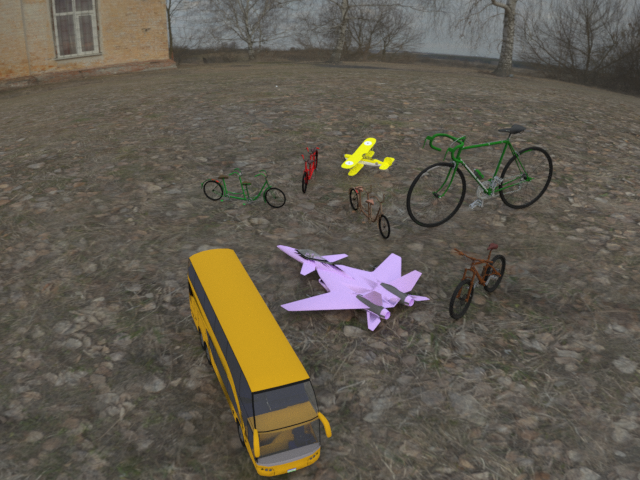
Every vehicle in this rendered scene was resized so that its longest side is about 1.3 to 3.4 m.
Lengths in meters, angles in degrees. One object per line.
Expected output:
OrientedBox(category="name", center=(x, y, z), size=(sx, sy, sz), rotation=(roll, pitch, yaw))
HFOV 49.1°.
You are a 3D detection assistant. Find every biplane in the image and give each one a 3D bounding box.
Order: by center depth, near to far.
OrientedBox(category="biplane", center=(0.928, -1.585, 14.021), size=(1.090, 0.504, 1.336), rotation=(13, 30, 24))

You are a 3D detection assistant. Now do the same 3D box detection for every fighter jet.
OrientedBox(category="fighter jet", center=(0.214, 0.384, 10.110), size=(2.229, 0.557, 2.640), rotation=(-22, 35, -37))

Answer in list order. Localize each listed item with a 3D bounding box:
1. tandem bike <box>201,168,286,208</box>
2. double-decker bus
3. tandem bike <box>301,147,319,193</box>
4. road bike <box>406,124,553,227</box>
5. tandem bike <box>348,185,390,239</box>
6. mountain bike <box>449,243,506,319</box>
OrientedBox(category="tandem bike", center=(-1.392, -0.956, 12.594), size=(1.642, 0.682, 0.283), rotation=(8, 28, 15))
OrientedBox(category="double-decker bus", center=(-0.831, 1.247, 7.877), size=(0.756, 1.052, 3.251), rotation=(-10, 29, -19))
OrientedBox(category="tandem bike", center=(-0.186, -1.471, 13.603), size=(0.283, 0.682, 1.642), rotation=(4, 27, 8))
OrientedBox(category="road bike", center=(2.785, -1.134, 11.873), size=(3.004, 1.656, 0.697), rotation=(-12, 29, -21))
OrientedBox(category="tandem bike", center=(0.827, -0.599, 11.897), size=(0.283, 0.682, 1.642), rotation=(-10, 29, -19))
OrientedBox(category="mountain bike", center=(2.179, 0.493, 9.553), size=(0.573, 0.868, 1.469), rotation=(21, 34, 35))
